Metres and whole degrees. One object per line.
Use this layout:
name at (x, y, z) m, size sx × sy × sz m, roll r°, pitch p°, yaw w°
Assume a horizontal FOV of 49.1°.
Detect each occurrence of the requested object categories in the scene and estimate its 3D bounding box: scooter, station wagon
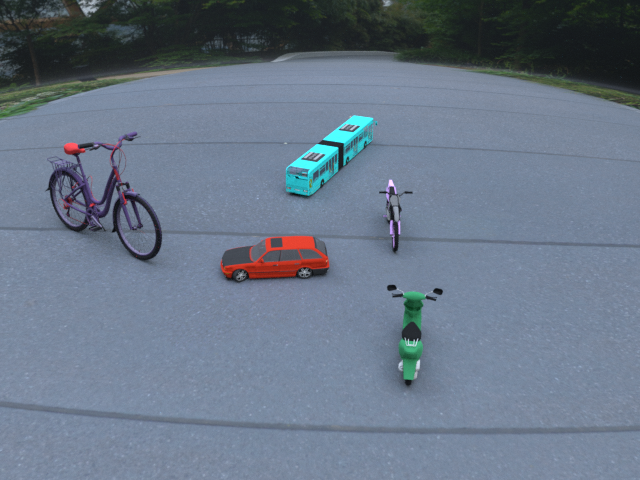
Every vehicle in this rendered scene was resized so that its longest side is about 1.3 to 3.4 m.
scooter at (1.104, 1.035, 8.383) m, size 0.662 × 0.919 × 1.399 m, roll 4°, pitch 28°, yaw 8°
station wagon at (-0.672, 0.242, 10.351) m, size 1.597 × 0.473 × 0.682 m, roll -3°, pitch 28°, yaw -5°

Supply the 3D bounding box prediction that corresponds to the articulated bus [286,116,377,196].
articulated bus at (0.281, -1.751, 14.010) m, size 0.605 × 0.561 × 3.401 m, roll 12°, pitch 30°, yaw 21°

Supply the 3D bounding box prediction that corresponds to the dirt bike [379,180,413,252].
dirt bike at (1.184, -0.460, 11.264) m, size 0.527 × 0.857 × 1.493 m, roll 0°, pitch 28°, yaw 0°

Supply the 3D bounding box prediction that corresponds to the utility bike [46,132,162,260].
utility bike at (-3.391, -0.824, 10.903) m, size 2.791 × 1.839 × 1.039 m, roll 19°, pitch 33°, yaw 32°
